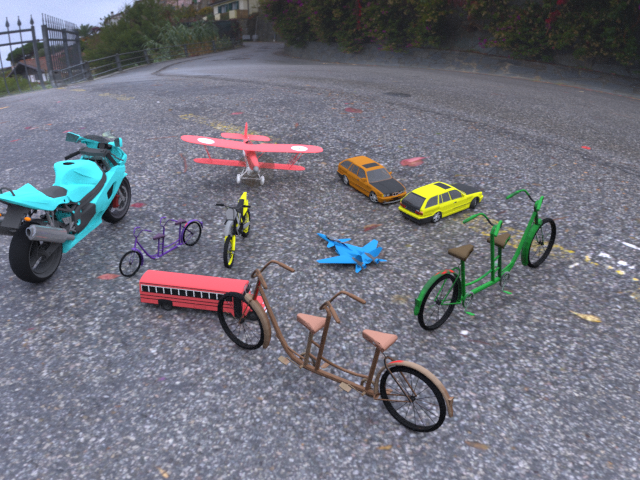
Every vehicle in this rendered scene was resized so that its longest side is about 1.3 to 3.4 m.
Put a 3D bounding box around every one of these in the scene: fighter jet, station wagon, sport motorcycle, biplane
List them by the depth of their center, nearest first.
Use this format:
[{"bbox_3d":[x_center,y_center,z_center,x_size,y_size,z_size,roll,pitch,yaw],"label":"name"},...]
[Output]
[{"bbox_3d":[-3.707,-0.574,10.506,0.983,1.596,2.955,8,28,15],"label":"sport motorcycle"},{"bbox_3d":[0.361,0.063,10.699,1.147,0.286,1.358,-19,33,-33],"label":"fighter jet"},{"bbox_3d":[2.110,-0.727,12.029,1.597,0.473,0.682,-19,33,-32],"label":"station wagon"},{"bbox_3d":[0.942,-1.142,12.835,0.682,0.473,1.597,-15,31,-26],"label":"station wagon"},{"bbox_3d":[-1.287,-1.663,13.294,2.598,0.981,2.120,-5,28,-10],"label":"biplane"}]

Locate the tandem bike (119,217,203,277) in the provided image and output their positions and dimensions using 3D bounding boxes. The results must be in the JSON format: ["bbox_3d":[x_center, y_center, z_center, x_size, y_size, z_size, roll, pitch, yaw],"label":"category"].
[{"bbox_3d":[-2.340,-0.009,10.407,0.283,0.682,1.642,19,33,32],"label":"tandem bike"}]

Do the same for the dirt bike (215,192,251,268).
[{"bbox_3d":[-1.257,-0.218,10.623,0.527,0.857,1.493,3,27,7],"label":"dirt bike"}]

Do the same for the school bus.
[{"bbox_3d":[-1.525,0.719,9.264,1.708,0.434,0.365,5,28,11],"label":"school bus"}]

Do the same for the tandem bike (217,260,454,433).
[{"bbox_3d":[0.024,1.067,7.614,3.192,1.326,0.550,19,33,32],"label":"tandem bike"}]

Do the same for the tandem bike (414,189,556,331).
[{"bbox_3d":[2.317,0.182,9.334,3.192,1.326,0.550,-23,35,-37],"label":"tandem bike"}]
